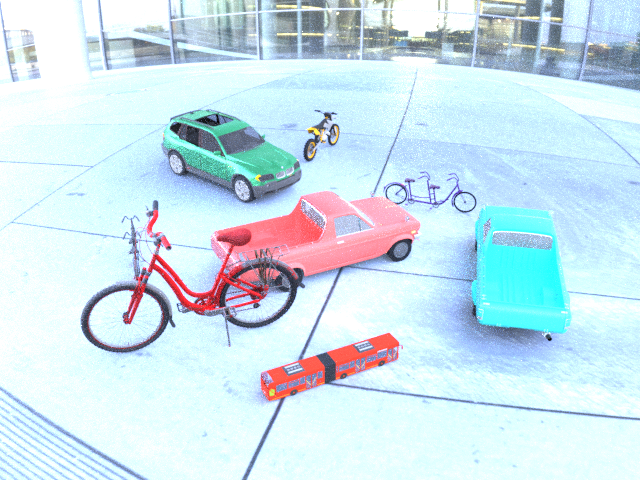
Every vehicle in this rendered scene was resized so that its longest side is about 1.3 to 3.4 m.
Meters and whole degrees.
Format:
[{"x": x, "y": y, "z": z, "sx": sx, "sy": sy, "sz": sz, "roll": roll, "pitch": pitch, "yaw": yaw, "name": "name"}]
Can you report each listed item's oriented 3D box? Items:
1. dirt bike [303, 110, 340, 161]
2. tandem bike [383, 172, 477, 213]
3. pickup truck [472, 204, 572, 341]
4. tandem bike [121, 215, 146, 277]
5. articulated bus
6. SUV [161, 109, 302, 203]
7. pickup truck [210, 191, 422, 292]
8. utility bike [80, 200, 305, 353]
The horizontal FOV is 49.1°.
[{"x": 0.042, "y": -2.223, "z": 14.577, "sx": 0.527, "sy": 0.857, "sz": 1.493, "roll": 14, "pitch": 31, "yaw": 25, "name": "dirt bike"}, {"x": 1.914, "y": -0.862, "z": 12.217, "sx": 1.642, "sy": 0.682, "sz": 0.283, "roll": 8, "pitch": 29, "yaw": 15, "name": "tandem bike"}, {"x": 2.784, "y": 0.250, "z": 9.806, "sx": 1.244, "sy": 0.993, "sz": 3.117, "roll": 6, "pitch": 29, "yaw": 10, "name": "pickup truck"}, {"x": -2.762, "y": 0.107, "z": 10.404, "sx": 0.283, "sy": 0.682, "sz": 1.642, "roll": -7, "pitch": 29, "yaw": -14, "name": "tandem bike"}, {"x": 0.153, "y": 1.480, "z": 8.252, "sx": 1.749, "sy": 0.289, "sz": 0.311, "roll": -13, "pitch": 31, "yaw": -24, "name": "articulated bus"}, {"x": -1.732, "y": -1.689, "z": 13.290, "sx": 3.058, "sy": 1.128, "sz": 1.276, "roll": 23, "pitch": 36, "yaw": 36, "name": "SUV"}, {"x": -0.020, "y": -0.108, "z": 10.476, "sx": 3.117, "sy": 0.993, "sz": 1.244, "roll": -14, "pitch": 31, "yaw": -24, "name": "pickup truck"}, {"x": -1.479, "y": 0.512, "z": 8.419, "sx": 2.791, "sy": 1.839, "sz": 1.039, "roll": -9, "pitch": 29, "yaw": -17, "name": "utility bike"}]
